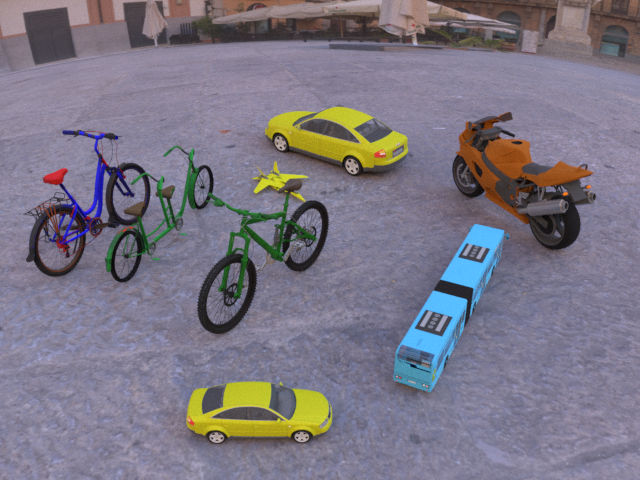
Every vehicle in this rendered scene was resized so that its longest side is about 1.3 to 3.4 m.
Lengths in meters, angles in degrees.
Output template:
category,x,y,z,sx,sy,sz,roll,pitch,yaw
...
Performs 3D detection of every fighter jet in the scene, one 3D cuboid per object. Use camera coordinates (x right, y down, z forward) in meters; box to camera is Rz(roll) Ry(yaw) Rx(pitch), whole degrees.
category,x,y,z,sx,sy,sz,roll,pitch,yaw
fighter jet,-0.647,-1.039,12.768,1.147,0.286,1.358,-20,36,-29

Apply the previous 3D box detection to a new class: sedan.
category,x,y,z,sx,sy,sz,roll,pitch,yaw
sedan,0.266,-2.132,13.955,3.137,0.940,1.235,22,37,31
sedan,-0.668,1.863,7.745,1.613,0.483,0.635,0,31,0

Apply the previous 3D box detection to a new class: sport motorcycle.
category,x,y,z,sx,sy,sz,roll,pitch,yaw
sport motorcycle,3.183,-1.026,11.474,0.983,1.596,2.955,-16,35,-25

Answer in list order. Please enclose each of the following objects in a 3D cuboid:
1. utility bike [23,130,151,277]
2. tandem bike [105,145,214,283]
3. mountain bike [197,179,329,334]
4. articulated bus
category,x,y,z,sx,sy,sz,roll,pitch,yaw
utility bike,-3.599,-0.701,10.698,1.039,1.839,2.791,13,33,21
tandem bike,-2.437,-0.552,10.948,0.550,1.326,3.192,10,33,17
mountain bike,-0.702,0.062,9.575,1.114,1.688,2.857,19,36,29
articulated bus,1.841,0.776,9.479,0.605,0.561,3.401,14,34,22
